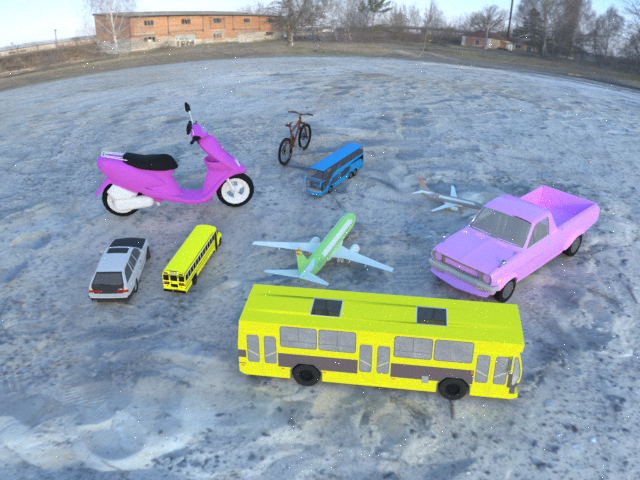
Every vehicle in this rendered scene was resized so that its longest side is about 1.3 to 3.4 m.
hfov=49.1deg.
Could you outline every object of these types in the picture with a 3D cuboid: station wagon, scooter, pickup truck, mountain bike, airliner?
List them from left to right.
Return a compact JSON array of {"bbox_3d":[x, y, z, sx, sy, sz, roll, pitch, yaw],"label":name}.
[{"bbox_3d":[-2.956,0.338,10.386,0.682,0.473,1.597,-1,29,-1],"label":"station wagon"},{"bbox_3d":[-2.506,-1.289,11.952,2.721,1.786,1.288,-5,30,-9],"label":"scooter"},{"bbox_3d":[-0.505,-2.119,14.379,0.573,0.868,1.469,12,32,21],"label":"mountain bike"},{"bbox_3d":[0.115,-0.051,10.712,2.257,0.835,2.541,11,31,18],"label":"airliner"},{"bbox_3d":[2.335,-0.803,12.473,1.307,0.429,1.161,14,32,24],"label":"airliner"},{"bbox_3d":[3.038,-0.128,10.687,3.117,0.993,1.244,-25,38,-37],"label":"pickup truck"}]

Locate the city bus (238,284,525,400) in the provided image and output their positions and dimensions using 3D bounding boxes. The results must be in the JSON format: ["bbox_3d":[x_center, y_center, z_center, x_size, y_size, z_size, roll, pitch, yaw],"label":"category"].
[{"bbox_3d":[0.699,1.226,8.365,3.255,0.894,0.926,4,29,7],"label":"city bus"}]

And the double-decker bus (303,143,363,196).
[{"bbox_3d":[0.289,-1.337,13.315,0.389,0.541,1.672,17,33,28],"label":"double-decker bus"}]

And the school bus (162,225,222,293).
[{"bbox_3d":[-1.904,0.222,10.634,0.365,0.434,1.708,5,30,10],"label":"school bus"}]
